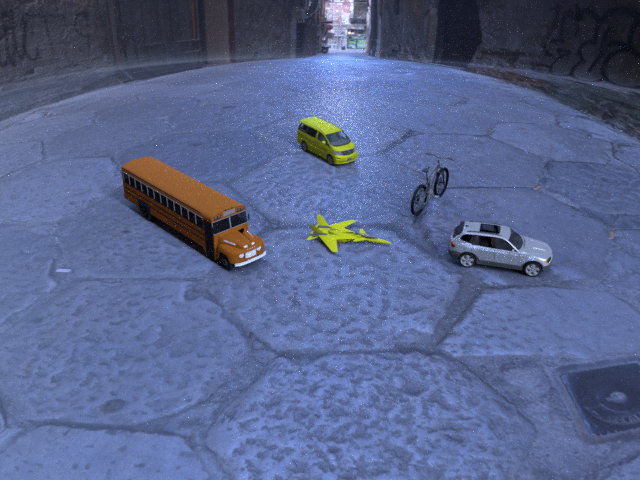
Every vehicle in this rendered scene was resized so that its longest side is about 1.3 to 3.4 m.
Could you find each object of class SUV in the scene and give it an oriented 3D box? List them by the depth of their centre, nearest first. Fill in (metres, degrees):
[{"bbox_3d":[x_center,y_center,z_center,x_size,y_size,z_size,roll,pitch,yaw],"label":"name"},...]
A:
[{"bbox_3d":[2.767,0.093,10.744,1.572,0.580,0.656,8,30,14],"label":"SUV"}]

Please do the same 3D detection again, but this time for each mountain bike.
[{"bbox_3d":[1.981,-1.011,12.455,0.573,0.868,1.469,18,33,29],"label":"mountain bike"}]

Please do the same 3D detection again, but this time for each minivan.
[{"bbox_3d":[0.147,-2.084,14.670,0.681,0.616,1.548,-19,34,-31],"label":"minivan"}]

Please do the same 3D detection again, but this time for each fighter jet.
[{"bbox_3d":[0.509,-0.122,11.439,1.358,0.286,1.147,9,30,16],"label":"fighter jet"}]

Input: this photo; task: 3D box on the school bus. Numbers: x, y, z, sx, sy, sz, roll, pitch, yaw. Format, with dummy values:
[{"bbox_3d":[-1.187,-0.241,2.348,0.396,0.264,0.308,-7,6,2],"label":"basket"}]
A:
[{"bbox_3d":[-2.136,-0.499,11.546,0.709,0.844,3.322,-24,37,-37],"label":"school bus"}]
